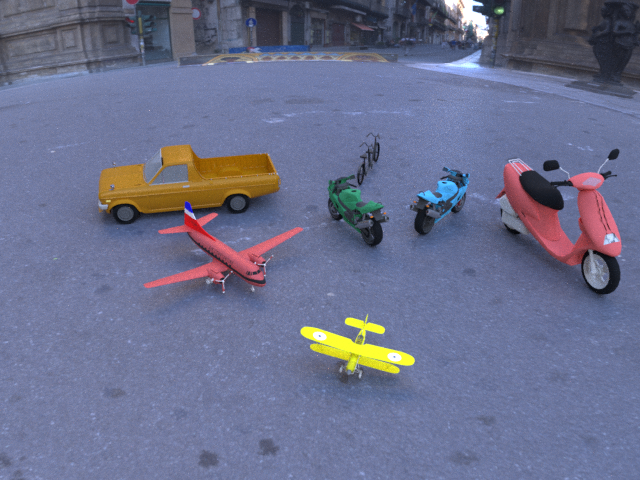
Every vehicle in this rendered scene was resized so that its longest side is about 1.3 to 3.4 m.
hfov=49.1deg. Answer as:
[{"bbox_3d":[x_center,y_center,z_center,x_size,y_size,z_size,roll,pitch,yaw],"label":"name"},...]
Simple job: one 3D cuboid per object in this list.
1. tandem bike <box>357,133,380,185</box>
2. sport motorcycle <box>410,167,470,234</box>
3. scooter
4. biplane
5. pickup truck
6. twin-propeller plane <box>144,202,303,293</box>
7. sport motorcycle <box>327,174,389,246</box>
[{"bbox_3d":[0.942,-1.604,13.444,0.283,0.682,1.642,9,29,16],"label":"tandem bike"},{"bbox_3d":[2.008,-0.653,11.518,0.506,0.821,1.520,22,35,34],"label":"sport motorcycle"},{"bbox_3d":[3.483,-0.517,10.239,1.288,1.786,2.721,-11,30,-19],"label":"scooter"},{"bbox_3d":[0.467,1.268,8.259,1.336,0.504,1.090,7,29,13],"label":"biplane"},{"bbox_3d":[-2.272,-1.072,12.119,3.117,0.993,1.244,-6,29,-11],"label":"pickup truck"},{"bbox_3d":[-1.428,0.098,10.143,2.663,0.792,2.129,-21,35,-34],"label":"twin-propeller plane"},{"bbox_3d":[0.553,-0.495,11.221,0.506,0.821,1.520,-16,32,-27],"label":"sport motorcycle"}]
